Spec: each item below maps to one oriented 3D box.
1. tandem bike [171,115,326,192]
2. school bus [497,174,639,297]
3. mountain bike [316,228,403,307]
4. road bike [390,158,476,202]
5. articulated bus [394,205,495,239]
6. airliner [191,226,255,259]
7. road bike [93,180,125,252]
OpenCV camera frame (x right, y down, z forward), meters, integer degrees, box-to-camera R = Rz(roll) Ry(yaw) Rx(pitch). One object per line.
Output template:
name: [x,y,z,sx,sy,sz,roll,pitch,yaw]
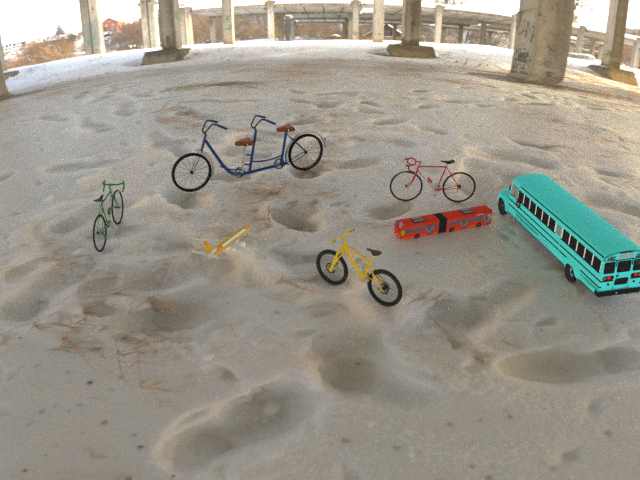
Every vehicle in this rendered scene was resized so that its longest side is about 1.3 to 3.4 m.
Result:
tandem bike: [-1.297,-1.743,13.342,3.192,1.326,0.550,-13,31,-23]
school bus: [3.796,-0.231,11.041,0.709,0.844,3.322,-6,29,-11]
mountain bike: [0.535,0.394,9.856,1.469,0.868,0.573,20,34,33]
road bike: [2.036,-1.074,12.599,1.545,0.852,0.358,1,28,3]
articulated bus: [2.090,-0.299,11.754,1.749,0.289,0.311,-10,30,-18]
airliner: [-1.471,-0.047,11.137,1.161,0.429,1.307,13,31,23]
road bike: [-3.461,-0.443,11.427,0.358,0.852,1.545,1,28,2]
